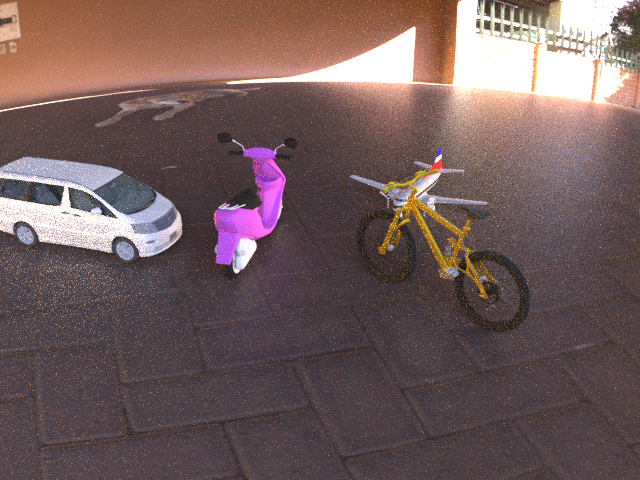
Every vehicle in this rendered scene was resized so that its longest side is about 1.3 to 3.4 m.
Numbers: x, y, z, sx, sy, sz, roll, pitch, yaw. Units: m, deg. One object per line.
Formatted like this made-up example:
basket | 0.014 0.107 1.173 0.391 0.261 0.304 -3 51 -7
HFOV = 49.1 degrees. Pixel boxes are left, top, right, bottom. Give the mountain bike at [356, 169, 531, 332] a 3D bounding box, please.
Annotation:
mountain bike | 1.560 0.103 9.336 1.114 1.688 2.857 -23 34 -39

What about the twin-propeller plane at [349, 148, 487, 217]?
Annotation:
twin-propeller plane | 1.815 -1.042 12.747 2.663 0.792 2.129 14 29 27

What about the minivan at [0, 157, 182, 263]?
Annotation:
minivan | -3.728 -0.543 11.244 3.011 1.197 1.324 8 27 16

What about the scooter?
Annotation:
scooter | -1.036 -0.658 10.803 1.288 1.786 2.721 6 26 13
